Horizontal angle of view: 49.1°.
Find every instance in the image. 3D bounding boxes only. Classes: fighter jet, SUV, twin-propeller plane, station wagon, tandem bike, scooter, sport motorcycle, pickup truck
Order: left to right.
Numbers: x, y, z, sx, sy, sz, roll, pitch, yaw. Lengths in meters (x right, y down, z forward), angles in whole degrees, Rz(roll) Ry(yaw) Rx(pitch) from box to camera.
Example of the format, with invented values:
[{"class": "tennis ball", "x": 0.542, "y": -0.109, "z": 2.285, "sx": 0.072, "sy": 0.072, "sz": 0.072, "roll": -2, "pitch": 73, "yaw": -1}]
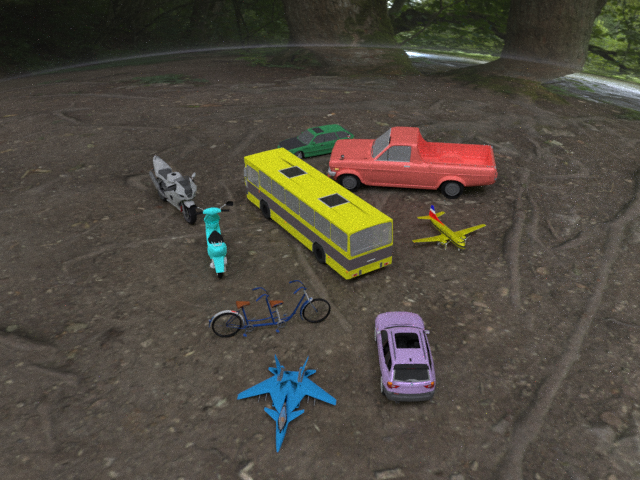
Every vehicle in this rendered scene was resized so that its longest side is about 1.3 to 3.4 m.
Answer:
[{"class": "sport motorcycle", "x": -2.512, "y": -0.872, "z": 12.105, "sx": 0.506, "sy": 0.821, "sz": 1.520, "roll": -19, "pitch": 35, "yaw": -29}, {"class": "scooter", "x": -1.601, "y": -0.082, "z": 10.653, "sx": 0.662, "sy": 0.919, "sz": 1.399, "roll": -6, "pitch": 31, "yaw": -11}, {"class": "tandem bike", "x": -0.648, "y": 0.909, "z": 9.189, "sx": 1.642, "sy": 0.682, "sz": 0.283, "roll": -8, "pitch": 31, "yaw": -13}, {"class": "fighter jet", "x": -0.395, "y": 1.840, "z": 7.985, "sx": 1.147, "sy": 0.286, "sz": 1.358, "roll": 2, "pitch": 30, "yaw": 4}, {"class": "station wagon", "x": -0.083, "y": -2.047, "z": 14.465, "sx": 1.597, "sy": 0.473, "sz": 0.682, "roll": -13, "pitch": 33, "yaw": -22}, {"class": "SUV", "x": 1.030, "y": 1.331, "z": 8.567, "sx": 0.656, "sy": 0.580, "sz": 1.572, "roll": 0, "pitch": 30, "yaw": 0}, {"class": "pickup truck", "x": 1.706, "y": -1.513, "z": 13.034, "sx": 3.117, "sy": 0.993, "sz": 1.244, "roll": 4, "pitch": 31, "yaw": 7}, {"class": "twin-propeller plane", "x": 2.049, "y": -0.185, "z": 11.337, "sx": 1.370, "sy": 0.407, "sz": 1.095, "roll": -12, "pitch": 32, "yaw": -20}]

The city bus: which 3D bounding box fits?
[{"class": "city bus", "x": -0.126, "y": -0.487, "z": 11.372, "sx": 0.926, "sy": 0.894, "sz": 3.255, "roll": -18, "pitch": 35, "yaw": -28}]
